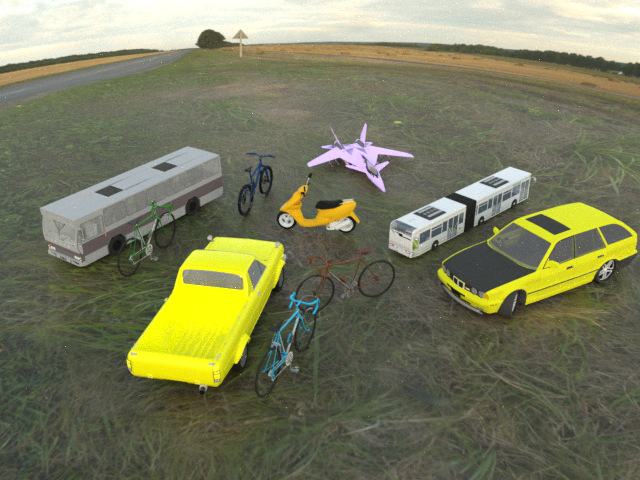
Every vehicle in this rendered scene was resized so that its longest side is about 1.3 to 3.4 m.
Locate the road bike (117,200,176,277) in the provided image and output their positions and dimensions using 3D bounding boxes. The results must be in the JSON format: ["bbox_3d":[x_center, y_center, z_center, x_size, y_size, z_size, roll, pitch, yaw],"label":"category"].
[{"bbox_3d":[-2.646,-0.062,10.730,0.358,0.852,1.545,11,30,19],"label":"road bike"}]

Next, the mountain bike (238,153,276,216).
[{"bbox_3d":[-1.147,-1.034,12.543,0.573,0.868,1.469,9,29,17],"label":"mountain bike"}]

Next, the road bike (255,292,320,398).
[{"bbox_3d":[-0.385,1.205,8.344,0.358,0.852,1.545,13,30,22],"label":"road bike"}]

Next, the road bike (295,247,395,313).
[{"bbox_3d":[0.364,0.527,9.621,1.545,0.852,0.358,-12,30,-21],"label":"road bike"}]

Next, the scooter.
[{"bbox_3d":[-0.039,-0.564,11.602,1.399,0.919,0.662,4,28,7],"label":"scooter"}]

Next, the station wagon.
[{"bbox_3d":[3.199,0.180,10.200,3.105,0.920,1.327,-15,31,-26],"label":"station wagon"}]

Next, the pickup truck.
[{"bbox_3d":[-1.338,0.743,9.065,1.244,0.993,3.117,5,28,10],"label":"pickup truck"}]

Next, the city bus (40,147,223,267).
[{"bbox_3d":[-3.008,-0.613,11.722,0.926,0.894,3.255,17,33,30],"label":"city bus"}]

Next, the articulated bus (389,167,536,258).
[{"bbox_3d":[2.479,-0.526,11.913,3.401,0.561,0.605,-24,36,-38],"label":"articulated bus"}]

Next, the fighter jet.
[{"bbox_3d":[0.888,-1.648,14.030,2.229,0.557,2.640,-6,29,-12],"label":"fighter jet"}]
